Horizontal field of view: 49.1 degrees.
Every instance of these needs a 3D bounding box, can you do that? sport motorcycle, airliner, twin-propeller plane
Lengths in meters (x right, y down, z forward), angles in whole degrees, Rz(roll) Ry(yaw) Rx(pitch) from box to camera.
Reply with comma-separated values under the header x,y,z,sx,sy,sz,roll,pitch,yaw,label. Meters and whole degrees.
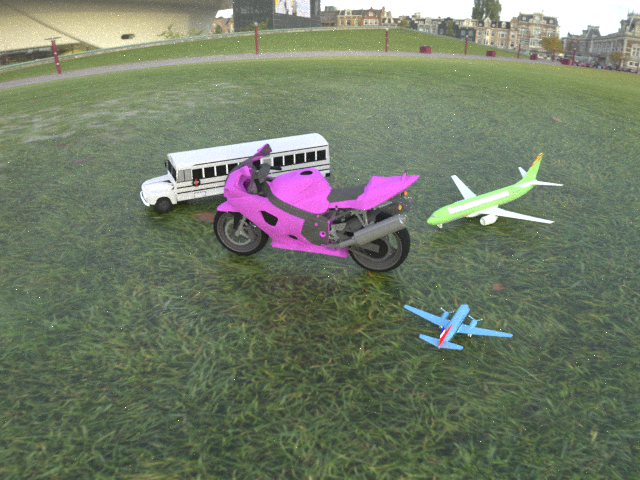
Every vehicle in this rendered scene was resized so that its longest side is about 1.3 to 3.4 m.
x,y,z,sx,sy,sz,roll,pitch,yaw,label
-0.125,-0.384,9.818,2.955,1.596,0.983,6,28,12,sport motorcycle
2.745,-0.803,11.448,2.541,0.835,2.257,-16,32,-28,airliner
1.621,0.994,8.458,1.370,0.407,1.095,14,31,25,twin-propeller plane

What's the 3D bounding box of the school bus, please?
x,y,z,sx,sy,sz,roll,pitch,yaw,label
-1.462,-1.210,12.219,3.322,0.844,0.709,-11,30,-21,school bus
